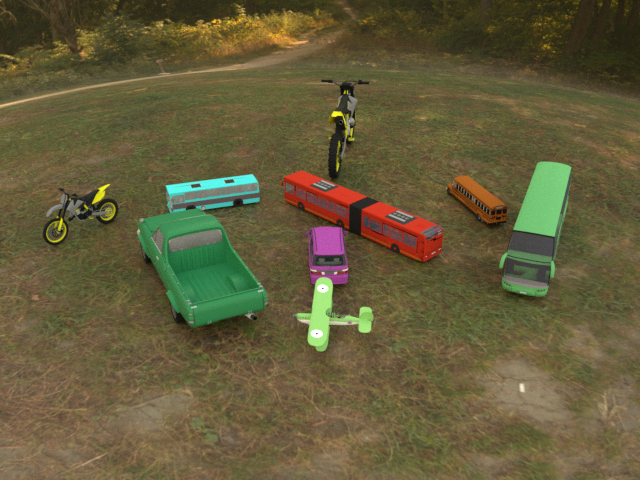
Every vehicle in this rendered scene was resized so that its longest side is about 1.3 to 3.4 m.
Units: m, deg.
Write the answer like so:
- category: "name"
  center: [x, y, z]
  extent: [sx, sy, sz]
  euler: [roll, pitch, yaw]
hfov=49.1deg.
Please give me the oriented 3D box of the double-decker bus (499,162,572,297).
- category: "double-decker bus"
  center: [3.534, -0.232, 11.254]
  extent: [0.756, 1.052, 3.251]
  euler: [11, 30, 20]

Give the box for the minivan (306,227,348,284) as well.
- category: "minivan"
  center: [0.116, 0.135, 11.026]
  extent: [0.681, 0.616, 1.548]
  euler: [-1, 28, -2]

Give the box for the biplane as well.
- category: "biplane"
  center: [0.168, 1.067, 9.382]
  extent: [1.090, 0.504, 1.336]
  euler: [2, 28, 5]

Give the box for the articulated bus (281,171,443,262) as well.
- category: "articulated bus"
  center: [0.639, -0.479, 12.247]
  extent: [0.605, 0.561, 3.401]
  euler: [-24, 36, -38]

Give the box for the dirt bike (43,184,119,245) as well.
- category: "dirt bike"
  center: [-4.090, -0.494, 11.959]
  extent: [0.527, 0.857, 1.493]
  euler: [20, 34, 33]

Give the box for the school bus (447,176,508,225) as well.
- category: "school bus"
  center: [2.864, -0.776, 12.944]
  extent: [0.365, 0.434, 1.708]
  euler: [-8, 29, -16]

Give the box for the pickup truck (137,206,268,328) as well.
- category: "pickup truck"
  center: [-1.842, 0.257, 10.391]
  extent: [1.244, 0.993, 3.117]
  euler: [-13, 30, -22]

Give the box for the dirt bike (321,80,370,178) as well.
- category: "dirt bike"
  center: [0.479, -2.500, 14.891]
  extent: [1.024, 1.666, 2.903]
  euler: [5, 28, 9]

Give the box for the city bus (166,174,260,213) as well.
- category: "city bus"
  center: [-1.990, -0.840, 13.039]
  extent: [1.674, 0.460, 0.476]
  euler: [-9, 29, -17]
